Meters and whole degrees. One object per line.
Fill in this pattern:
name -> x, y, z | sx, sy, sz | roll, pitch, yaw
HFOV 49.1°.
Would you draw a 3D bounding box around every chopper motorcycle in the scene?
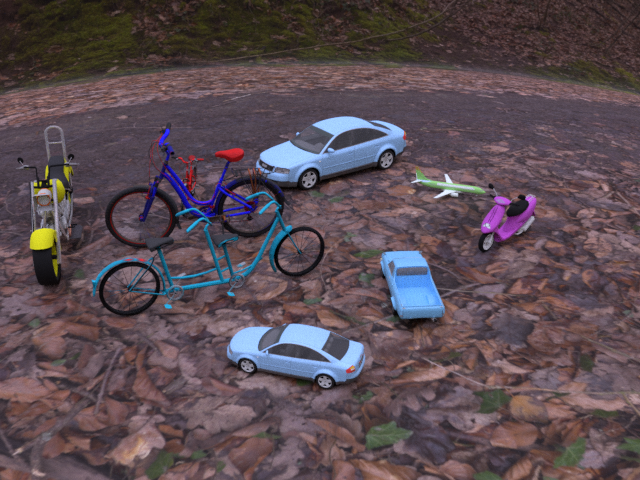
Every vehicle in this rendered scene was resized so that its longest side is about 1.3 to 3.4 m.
chopper motorcycle -> -4.029, -0.590, 10.497 | 0.906, 1.480, 3.040 | -6, 28, -12

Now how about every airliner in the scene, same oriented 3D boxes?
airliner -> 2.314, -1.043, 12.531 | 1.307, 0.429, 1.161 | 9, 28, 16

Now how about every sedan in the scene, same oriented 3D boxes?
sedan -> 0.245, -1.777, 13.406 | 3.137, 0.940, 1.235 | -17, 32, -30
sedan -> -0.288, 1.247, 8.005 | 1.613, 0.483, 0.635 | 8, 28, 15

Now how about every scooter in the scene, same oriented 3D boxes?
scooter -> 2.904, -0.398, 10.737 | 1.399, 0.919, 0.662 | -22, 34, -36

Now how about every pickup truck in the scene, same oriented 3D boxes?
pickup truck -> 1.210, 0.545, 9.346 | 0.640, 0.511, 1.603 | -2, 27, -4

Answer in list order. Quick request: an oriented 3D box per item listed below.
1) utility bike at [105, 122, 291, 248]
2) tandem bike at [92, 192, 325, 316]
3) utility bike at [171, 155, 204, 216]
utility bike -> -1.794, -0.724, 10.365 | 2.791, 1.839, 1.039 | -6, 28, -11
tandem bike -> -1.385, 0.158, 9.207 | 3.192, 1.326, 0.550 | -12, 29, -22
utility bike -> -2.200, -1.046, 11.971 | 0.535, 0.946, 1.435 | 0, 27, 0
